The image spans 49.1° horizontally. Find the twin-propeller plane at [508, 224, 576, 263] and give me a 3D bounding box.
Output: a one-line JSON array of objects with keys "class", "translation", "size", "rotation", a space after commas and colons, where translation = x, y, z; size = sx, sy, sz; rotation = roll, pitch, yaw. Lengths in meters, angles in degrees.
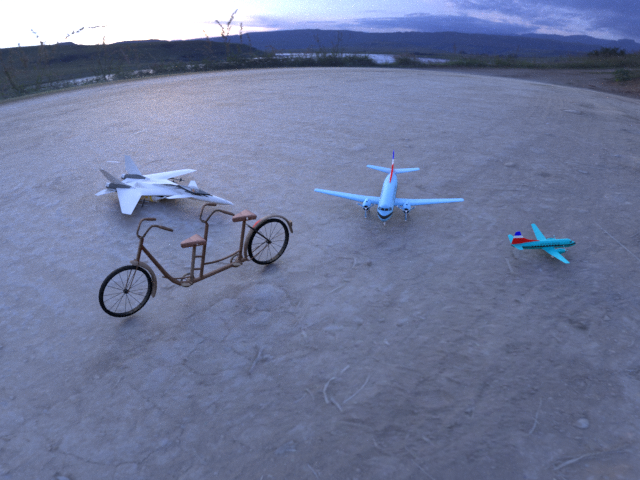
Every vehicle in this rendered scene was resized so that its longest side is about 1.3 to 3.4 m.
[{"class": "twin-propeller plane", "translation": [3.581, 0.020, 11.189], "size": [1.095, 0.407, 1.370], "rotation": [-3, 28, -6]}]

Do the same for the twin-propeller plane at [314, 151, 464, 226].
[{"class": "twin-propeller plane", "translation": [1.244, -0.942, 12.618], "size": [2.663, 0.792, 2.129], "rotation": [5, 28, 9]}]

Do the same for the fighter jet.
[{"class": "fighter jet", "translation": [-2.779, -1.021, 13.022], "size": [2.640, 0.557, 2.229], "rotation": [11, 29, 20]}]

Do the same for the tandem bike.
[{"class": "tandem bike", "translation": [-1.677, 0.112, 10.019], "size": [3.192, 1.326, 0.550], "rotation": [-20, 34, -34]}]
